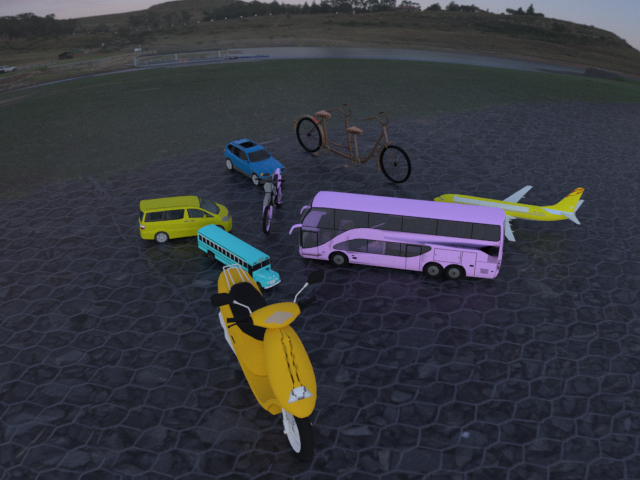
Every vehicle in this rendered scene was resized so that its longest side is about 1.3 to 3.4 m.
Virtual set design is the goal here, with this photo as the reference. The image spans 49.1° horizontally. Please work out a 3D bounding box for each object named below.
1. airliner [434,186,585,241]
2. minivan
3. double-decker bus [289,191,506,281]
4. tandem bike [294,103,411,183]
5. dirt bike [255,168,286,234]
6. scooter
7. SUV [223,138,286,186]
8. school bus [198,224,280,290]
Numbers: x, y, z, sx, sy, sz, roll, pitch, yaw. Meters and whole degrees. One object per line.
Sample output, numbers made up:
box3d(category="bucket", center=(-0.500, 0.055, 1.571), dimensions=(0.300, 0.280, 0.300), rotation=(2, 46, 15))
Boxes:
box3d(category="airliner", center=(3.253, -0.713, 12.221), dimensions=(2.541, 0.835, 2.257), rotation=(11, 31, 19))
box3d(category="minivan", center=(-2.282, -0.399, 11.886), dimensions=(1.548, 0.616, 0.681), rotation=(-7, 30, -12))
box3d(category="double-decker bus", center=(1.187, -0.092, 10.892), dimensions=(3.251, 1.052, 0.756), rotation=(6, 30, 11))
box3d(category="tandem bike", center=(0.591, -2.112, 14.218), dimensions=(3.192, 1.326, 0.550), rotation=(25, 38, 37))
box3d(category="dirt bike", center=(-0.827, -0.747, 12.260), dimensions=(0.527, 0.857, 1.493), rotation=(4, 29, 6))
box3d(category="scooter", center=(-0.660, 1.075, 8.056), dimensions=(1.288, 1.786, 2.721), rotation=(-12, 32, -21))
box3d(category="SUV", center=(-1.335, -1.605, 14.076), dimensions=(0.656, 0.580, 1.572), rotation=(-21, 36, -33))
box3d(category="school bus", center=(-1.273, 0.256, 10.902), dimensions=(0.365, 0.434, 1.708), rotation=(-25, 38, -37))
